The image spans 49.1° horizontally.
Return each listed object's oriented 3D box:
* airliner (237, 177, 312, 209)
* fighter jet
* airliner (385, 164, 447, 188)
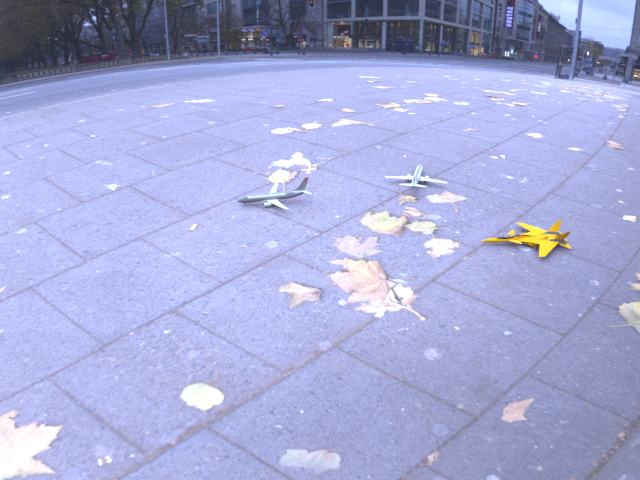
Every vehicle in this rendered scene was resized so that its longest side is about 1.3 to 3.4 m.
[{"bbox_3d":[-0.820,-0.858,12.347,1.307,0.429,1.161,-6,28,-11],"label":"airliner"},{"bbox_3d":[3.211,-0.076,11.018,1.358,0.286,1.147,-1,28,-3],"label":"fighter jet"},{"bbox_3d":[1.824,-1.273,13.135,1.161,0.429,1.307,7,29,12],"label":"airliner"}]
